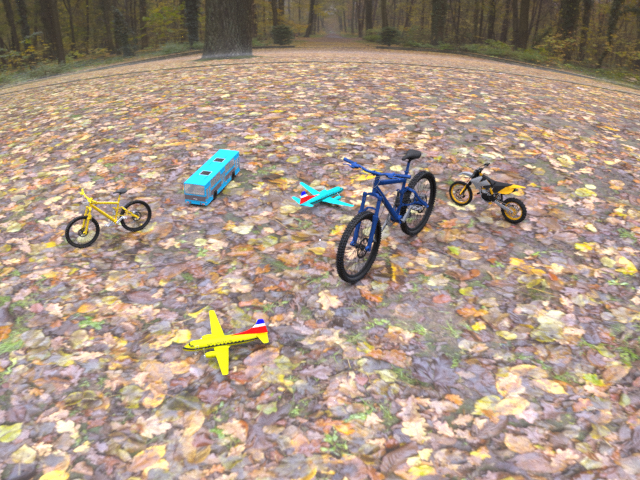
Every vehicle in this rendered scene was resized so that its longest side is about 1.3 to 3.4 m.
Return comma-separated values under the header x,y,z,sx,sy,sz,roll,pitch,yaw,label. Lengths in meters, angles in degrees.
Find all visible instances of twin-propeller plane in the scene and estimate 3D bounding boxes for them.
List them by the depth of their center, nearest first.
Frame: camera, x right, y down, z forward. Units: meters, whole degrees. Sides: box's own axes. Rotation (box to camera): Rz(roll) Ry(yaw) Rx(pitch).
x,y,z,sx,sy,sz,roll,pitch,yaw,label
-1.204,1.240,8.903,1.095,0.407,1.370,-7,30,-13,twin-propeller plane
0.039,-0.824,12.567,1.095,0.407,1.370,-25,38,-37,twin-propeller plane

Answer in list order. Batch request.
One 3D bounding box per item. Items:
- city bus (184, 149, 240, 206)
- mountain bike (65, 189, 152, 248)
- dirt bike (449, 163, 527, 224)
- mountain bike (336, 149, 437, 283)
x,y,z,sx,sy,sz,roll,pitch,yaw,label
-1.995,-1.172,13.130,0.476,0.460,1.674,8,30,14,city bus
-3.432,-0.403,11.349,1.469,0.868,0.573,-21,35,-32,mountain bike
2.903,-0.831,12.121,1.493,0.857,0.527,22,36,34,dirt bike
1.090,-0.510,10.704,1.114,1.688,2.857,19,35,31,mountain bike
